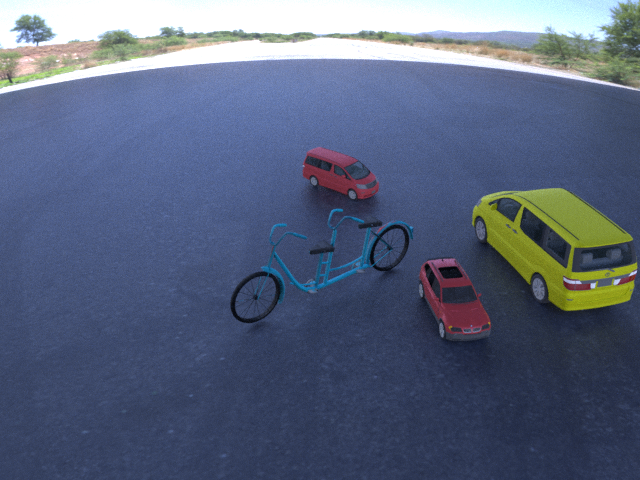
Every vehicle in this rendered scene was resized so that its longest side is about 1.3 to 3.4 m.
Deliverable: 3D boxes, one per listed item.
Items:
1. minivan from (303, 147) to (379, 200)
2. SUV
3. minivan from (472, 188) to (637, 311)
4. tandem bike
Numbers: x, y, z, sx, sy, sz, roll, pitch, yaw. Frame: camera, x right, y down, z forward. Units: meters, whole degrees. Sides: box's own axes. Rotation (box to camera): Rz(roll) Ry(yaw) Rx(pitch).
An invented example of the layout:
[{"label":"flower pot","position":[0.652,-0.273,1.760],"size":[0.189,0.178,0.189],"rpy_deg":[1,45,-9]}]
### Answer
[{"label":"minivan","position":[0.398,-1.270,13.270],"size":[1.548,0.616,0.681],"rpy_deg":[22,36,35]},{"label":"SUV","position":[1.825,0.774,9.617],"size":[0.656,0.580,1.572],"rpy_deg":[-4,29,-8]},{"label":"minivan","position":[3.417,-0.111,10.578],"size":[1.324,1.197,3.011],"rpy_deg":[-7,30,-13]},{"label":"tandem bike","position":[0.128,0.202,9.881],"size":[3.192,1.326,0.550],"rpy_deg":[-19,34,-30]}]
